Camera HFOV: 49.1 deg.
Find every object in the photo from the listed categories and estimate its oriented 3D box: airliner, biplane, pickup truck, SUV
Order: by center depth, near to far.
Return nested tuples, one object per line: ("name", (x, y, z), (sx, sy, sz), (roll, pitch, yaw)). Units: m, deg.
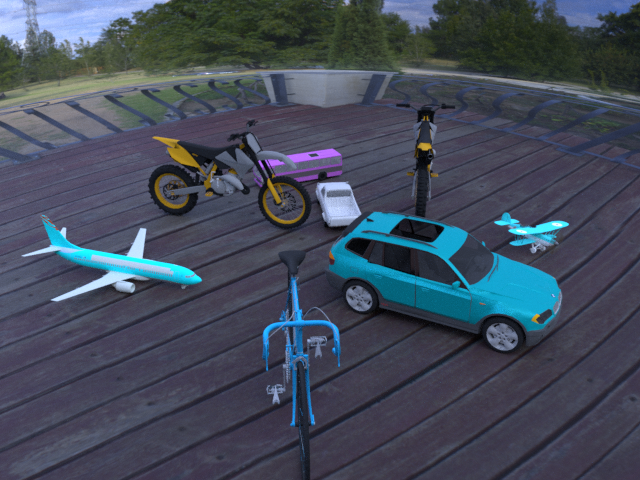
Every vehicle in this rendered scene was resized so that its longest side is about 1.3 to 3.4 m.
("SUV", (1.571, 0.425, 9.092), (3.058, 1.128, 1.276), (13, 30, 24))
("airliner", (-2.848, 0.179, 9.905), (2.541, 0.835, 2.257), (8, 28, 16))
("biplane", (3.255, -0.122, 10.871), (1.336, 0.504, 1.090), (-18, 32, -32))
("pickup truck", (0.310, -0.650, 11.912), (0.640, 0.511, 1.603), (-3, 27, -7))

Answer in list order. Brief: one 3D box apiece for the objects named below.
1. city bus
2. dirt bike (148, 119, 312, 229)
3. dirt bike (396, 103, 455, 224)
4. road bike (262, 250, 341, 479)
("city bus", (-0.416, -1.358, 13.373), (1.674, 0.460, 0.476), (-11, 29, -22))
("dirt bike", (-1.525, -1.062, 11.444), (2.903, 1.666, 1.024), (8, 28, 15))
("dirt bike", (1.802, -1.496, 12.306), (1.024, 1.666, 2.903), (4, 27, 7))
("road bike", (-0.241, 1.076, 7.214), (0.696, 1.656, 3.004), (-2, 27, -5))
